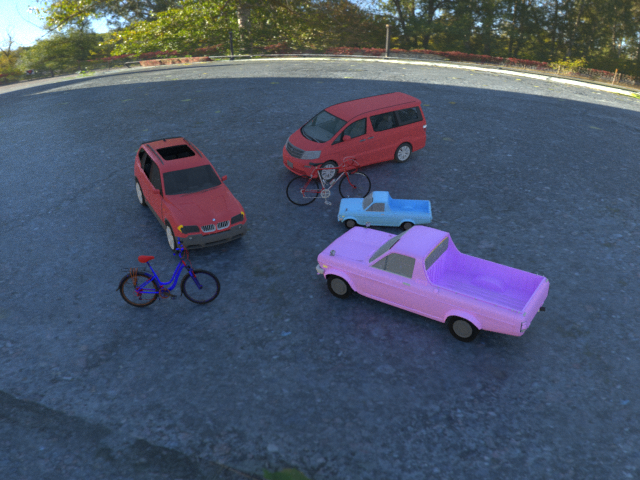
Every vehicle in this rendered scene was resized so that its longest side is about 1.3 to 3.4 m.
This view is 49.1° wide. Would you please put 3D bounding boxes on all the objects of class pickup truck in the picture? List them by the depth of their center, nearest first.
[{"bbox_3d":[1.493,0.447,9.635,3.117,0.993,1.244,17,33,28],"label":"pickup truck"},{"bbox_3d":[1.103,-0.523,11.900,1.603,0.511,0.640,3,29,5],"label":"pickup truck"}]

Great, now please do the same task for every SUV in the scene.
[{"bbox_3d":[-2.289,-0.873,11.895,1.276,1.128,3.058,-14,32,-24],"label":"SUV"}]

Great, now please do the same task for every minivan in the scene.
[{"bbox_3d":[0.699,-2.121,14.093,3.011,1.197,1.324,-17,33,-27],"label":"minivan"}]

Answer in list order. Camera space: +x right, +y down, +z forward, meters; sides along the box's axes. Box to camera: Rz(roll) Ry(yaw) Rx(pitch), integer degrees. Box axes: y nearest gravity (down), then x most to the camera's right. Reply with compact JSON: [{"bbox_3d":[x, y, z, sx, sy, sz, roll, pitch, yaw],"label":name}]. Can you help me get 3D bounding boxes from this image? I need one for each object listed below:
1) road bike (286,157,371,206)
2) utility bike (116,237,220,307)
[{"bbox_3d":[0.160,-1.029,12.466,1.545,0.852,0.358,-5,29,-9],"label":"road bike"},{"bbox_3d":[-2.106,0.468,9.646,1.435,0.946,0.535,-2,29,-4],"label":"utility bike"}]
